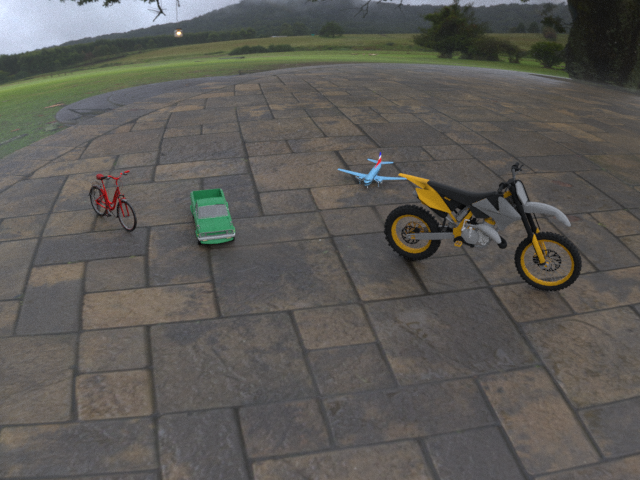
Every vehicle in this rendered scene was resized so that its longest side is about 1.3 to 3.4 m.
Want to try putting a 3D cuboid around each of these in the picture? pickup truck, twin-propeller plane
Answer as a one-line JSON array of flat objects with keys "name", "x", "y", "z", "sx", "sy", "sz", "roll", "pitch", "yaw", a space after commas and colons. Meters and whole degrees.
[{"name": "pickup truck", "x": -1.808, "y": -0.460, "z": 11.642, "sx": 0.640, "sy": 0.511, "sz": 1.603, "roll": -7, "pitch": 29, "yaw": -12}, {"name": "twin-propeller plane", "x": 1.022, "y": -1.324, "z": 13.341, "sx": 1.370, "sy": 0.407, "sz": 1.095, "roll": 10, "pitch": 30, "yaw": 17}]

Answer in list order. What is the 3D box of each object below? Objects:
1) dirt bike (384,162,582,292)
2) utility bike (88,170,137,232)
[{"name": "dirt bike", "x": 2.296, "y": -0.233, "z": 10.016, "sx": 2.903, "sy": 1.666, "sz": 1.024, "roll": 14, "pitch": 31, "yaw": 23}, {"name": "utility bike", "x": -3.461, "y": -0.737, "z": 11.697, "sx": 1.435, "sy": 0.946, "sz": 0.535, "roll": 24, "pitch": 37, "yaw": 37}]
